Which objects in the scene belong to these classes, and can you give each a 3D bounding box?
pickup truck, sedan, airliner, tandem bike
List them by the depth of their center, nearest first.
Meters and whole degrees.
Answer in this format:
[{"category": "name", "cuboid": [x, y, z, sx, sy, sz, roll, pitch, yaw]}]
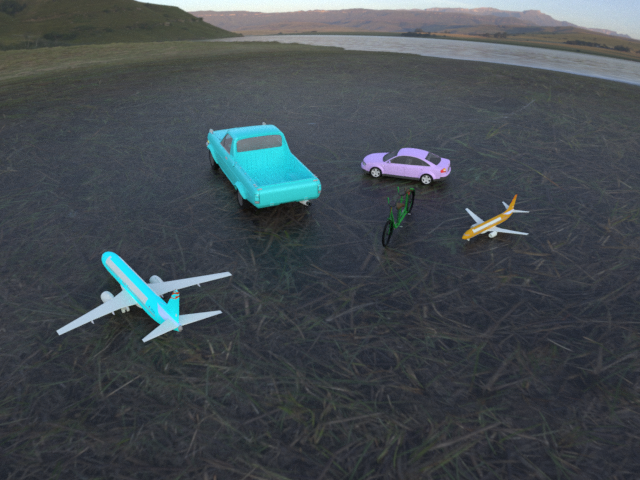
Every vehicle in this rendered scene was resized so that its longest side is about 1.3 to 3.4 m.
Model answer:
[{"category": "airliner", "cuboid": [-2.263, 0.480, 8.728, 2.257, 0.835, 2.541, -19, 33, -31]}, {"category": "airliner", "cuboid": [2.603, -0.333, 10.677, 1.307, 0.429, 1.161, -22, 35, -35]}, {"category": "tandem bike", "cuboid": [1.222, -0.481, 10.687, 0.283, 0.682, 1.642, 11, 30, 20]}, {"category": "pickup truck", "cuboid": [-1.055, -1.387, 12.052, 1.244, 0.993, 3.117, -11, 30, -20]}, {"category": "sedan", "cuboid": [1.537, -1.382, 12.584, 1.613, 0.483, 0.635, 9, 30, 17]}]
